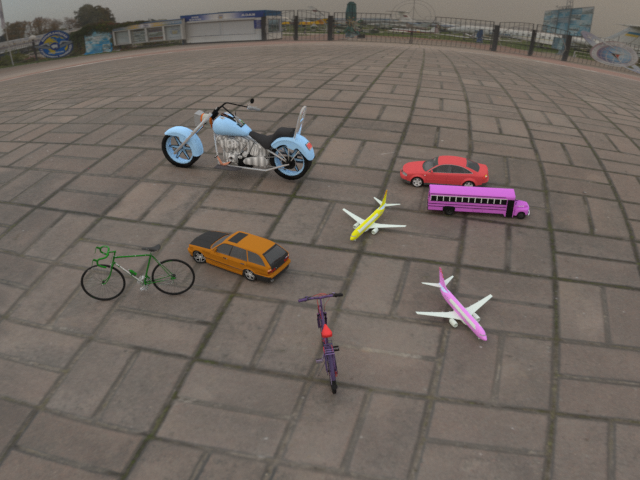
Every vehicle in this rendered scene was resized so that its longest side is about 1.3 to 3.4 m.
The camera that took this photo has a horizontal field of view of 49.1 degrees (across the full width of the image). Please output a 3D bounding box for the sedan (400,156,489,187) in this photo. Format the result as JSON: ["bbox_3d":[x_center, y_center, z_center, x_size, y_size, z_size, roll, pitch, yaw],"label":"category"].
[{"bbox_3d":[2.288,-1.273,12.876,1.613,0.483,0.635,5,31,9],"label":"sedan"}]

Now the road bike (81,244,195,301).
[{"bbox_3d":[-2.510,0.443,9.619,1.545,0.852,0.358,-4,31,-7],"label":"road bike"}]

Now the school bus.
[{"bbox_3d":[2.693,-0.659,11.888,1.708,0.434,0.365,4,31,6],"label":"school bus"}]

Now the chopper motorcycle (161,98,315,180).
[{"bbox_3d":[-1.567,-1.914,12.980,3.040,1.480,0.906,9,32,15],"label":"chopper motorcycle"}]

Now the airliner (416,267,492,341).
[{"bbox_3d":[1.880,0.856,9.336,1.161,0.429,1.307,-11,32,-17],"label":"airliner"}]

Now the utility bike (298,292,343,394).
[{"bbox_3d":[0.029,1.144,8.344,0.535,0.946,1.435,-3,31,-6],"label":"utility bike"}]

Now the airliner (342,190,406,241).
[{"bbox_3d":[0.816,-0.392,11.442,1.161,0.429,1.307,17,35,26],"label":"airliner"}]

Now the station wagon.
[{"bbox_3d":[-1.239,0.153,10.479,1.597,0.473,0.682,17,35,26],"label":"station wagon"}]
